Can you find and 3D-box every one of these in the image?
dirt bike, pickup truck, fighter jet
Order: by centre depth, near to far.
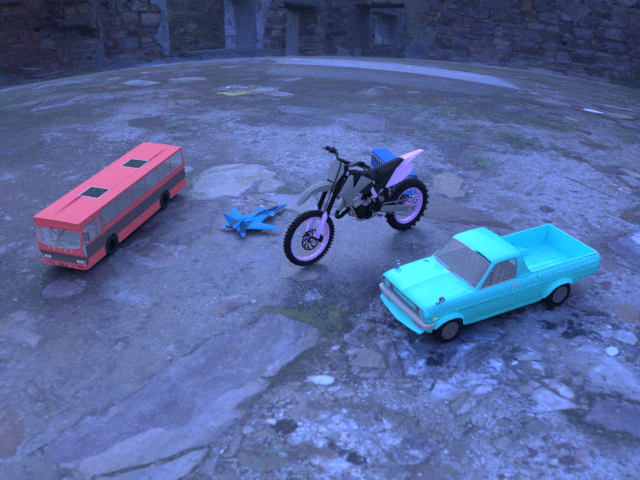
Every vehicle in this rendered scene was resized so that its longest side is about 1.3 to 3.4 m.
[{"bbox_3d":[2.391,0.416,9.727,3.117,0.993,1.244,-14,32,-23],"label":"pickup truck"},{"bbox_3d":[0.648,-0.625,10.915,2.903,1.666,1.024,-20,35,-31],"label":"dirt bike"},{"bbox_3d":[-1.038,-0.471,12.062,1.147,0.286,1.358,23,36,35],"label":"fighter jet"}]

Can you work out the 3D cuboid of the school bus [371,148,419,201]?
[{"bbox_3d":[1.452,-1.252,13.323,0.365,0.434,1.708,-9,30,-16],"label":"school bus"}]

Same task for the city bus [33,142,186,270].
[{"bbox_3d":[-3.373,-0.635,11.731,0.926,0.894,3.255,9,30,15],"label":"city bus"}]
